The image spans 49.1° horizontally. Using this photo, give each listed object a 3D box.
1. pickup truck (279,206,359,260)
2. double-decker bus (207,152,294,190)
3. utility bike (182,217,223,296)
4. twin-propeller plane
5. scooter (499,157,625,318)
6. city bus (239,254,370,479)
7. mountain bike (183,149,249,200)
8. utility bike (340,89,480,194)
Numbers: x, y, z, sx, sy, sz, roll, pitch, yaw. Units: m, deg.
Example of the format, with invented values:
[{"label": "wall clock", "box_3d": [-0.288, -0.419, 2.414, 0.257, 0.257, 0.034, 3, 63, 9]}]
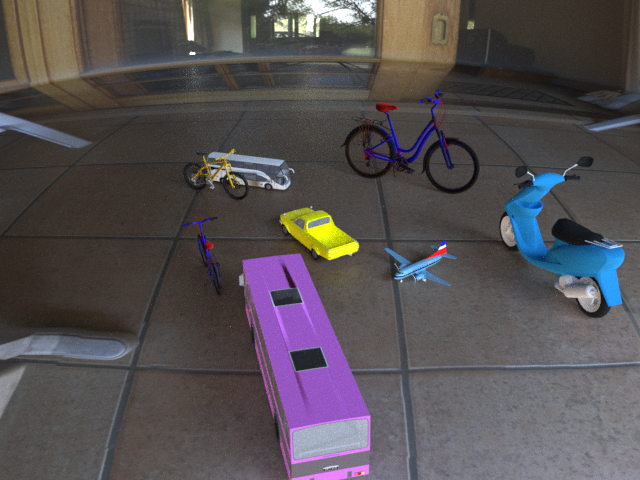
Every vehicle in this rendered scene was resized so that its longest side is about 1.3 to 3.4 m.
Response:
[{"label": "pickup truck", "box_3d": [-0.040, -0.151, 11.296, 0.640, 0.511, 1.603, -16, 33, -27]}, {"label": "double-decker bus", "box_3d": [-1.342, -1.315, 13.399, 1.672, 0.541, 0.389, 8, 30, 15]}, {"label": "utility bike", "box_3d": [-1.678, 0.196, 10.205, 0.535, 0.946, 1.435, -10, 30, -18]}, {"label": "twin-propeller plane", "box_3d": [1.519, 0.334, 10.514, 1.095, 0.407, 1.370, -20, 35, -32]}, {"label": "scooter", "box_3d": [3.410, -0.179, 10.014, 1.288, 1.786, 2.721, -9, 30, -17]}, {"label": "city bus", "box_3d": [-0.268, 1.355, 8.132, 0.926, 0.894, 3.255, -7, 29, -12]}, {"label": "mountain bike", "box_3d": [-1.937, -1.228, 12.898, 1.469, 0.868, 0.573, 15, 32, 25]}, {"label": "utility bike", "box_3d": [1.699, -1.929, 13.170, 2.791, 1.839, 1.039, 13, 31, 23]}]
